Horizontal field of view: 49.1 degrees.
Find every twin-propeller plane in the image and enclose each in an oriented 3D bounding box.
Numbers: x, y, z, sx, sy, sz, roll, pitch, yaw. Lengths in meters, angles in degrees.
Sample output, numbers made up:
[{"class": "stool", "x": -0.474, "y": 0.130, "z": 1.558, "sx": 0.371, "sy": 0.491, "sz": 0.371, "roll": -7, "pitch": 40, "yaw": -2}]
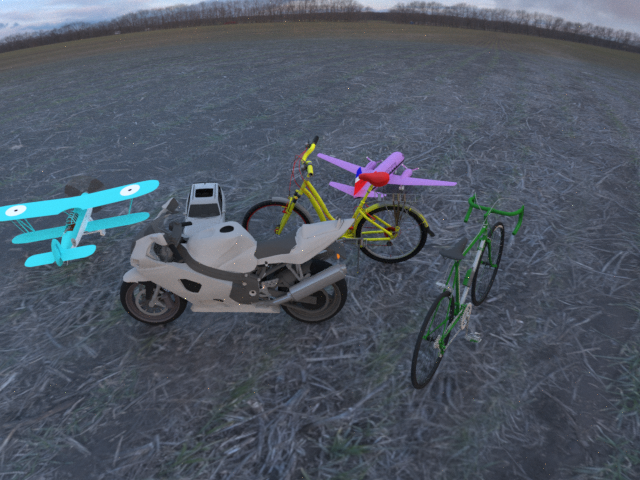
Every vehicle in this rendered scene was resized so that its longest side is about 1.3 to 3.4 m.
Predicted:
[{"class": "twin-propeller plane", "x": 1.048, "y": -1.229, "z": 12.234, "sx": 2.663, "sy": 0.792, "sz": 2.129, "roll": 15, "pitch": 34, "yaw": 24}]

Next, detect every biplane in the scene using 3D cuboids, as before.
[{"class": "biplane", "x": -3.662, "y": -0.192, "z": 10.305, "sx": 2.598, "sy": 0.981, "sz": 2.120, "roll": -3, "pitch": 31, "yaw": -4}]

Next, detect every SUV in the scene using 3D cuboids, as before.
[{"class": "SUV", "x": -1.817, "y": -0.417, "z": 11.075, "sx": 0.656, "sy": 0.580, "sz": 1.572, "roll": -3, "pitch": 31, "yaw": -5}]

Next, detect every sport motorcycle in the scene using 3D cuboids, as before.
[{"class": "sport motorcycle", "x": -1.060, "y": 0.377, "z": 8.745, "sx": 2.955, "sy": 1.596, "sz": 0.983, "roll": -1, "pitch": 31, "yaw": -2}]

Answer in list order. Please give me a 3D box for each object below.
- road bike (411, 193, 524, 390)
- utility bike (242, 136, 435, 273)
[{"class": "road bike", "x": 1.756, "y": 0.513, "z": 8.457, "sx": 0.696, "sy": 1.656, "sz": 3.004, "roll": 17, "pitch": 35, "yaw": 26}, {"class": "utility bike", "x": 0.247, "y": -0.402, "z": 9.817, "sx": 2.791, "sy": 1.839, "sz": 1.039, "roll": 2, "pitch": 31, "yaw": 4}]
